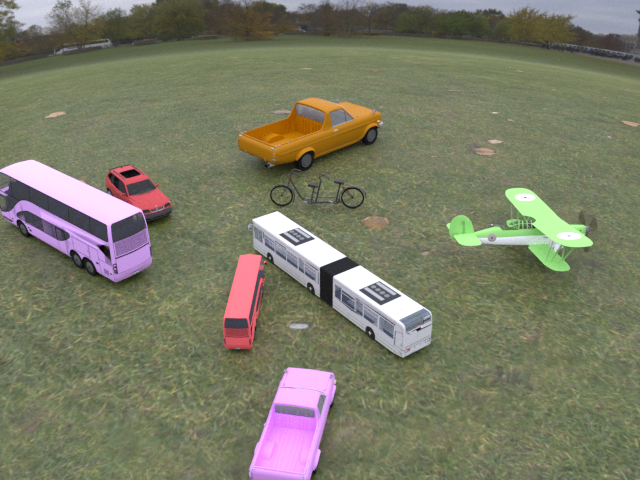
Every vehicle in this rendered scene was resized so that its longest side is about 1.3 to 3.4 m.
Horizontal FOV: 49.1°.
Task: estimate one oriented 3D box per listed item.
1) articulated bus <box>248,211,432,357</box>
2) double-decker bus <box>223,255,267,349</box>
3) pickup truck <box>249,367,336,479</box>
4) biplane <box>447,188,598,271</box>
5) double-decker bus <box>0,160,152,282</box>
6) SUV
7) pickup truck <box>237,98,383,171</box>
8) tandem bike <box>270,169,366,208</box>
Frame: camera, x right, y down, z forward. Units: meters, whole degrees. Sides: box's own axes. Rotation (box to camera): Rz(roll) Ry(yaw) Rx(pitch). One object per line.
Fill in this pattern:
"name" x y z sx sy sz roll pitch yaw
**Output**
"articulated bus" 0.158 0.490 9.551 0.605 0.561 3.401 -20 35 -31
"double-decker bus" -0.967 0.748 9.115 0.389 0.541 1.672 1 29 2
"pickup truck" -0.247 1.851 7.192 0.640 0.511 1.603 5 30 9
"biplane" 2.914 -0.114 10.195 2.120 0.981 2.598 -2 29 -3
"double-decker bus" -3.821 -0.367 10.571 3.251 1.052 0.756 22 36 34
"SUV" -3.096 -0.810 11.835 0.656 0.580 1.572 -21 35 -32
"pickup truck" -0.130 -2.221 13.915 3.117 0.993 1.244 -26 39 -38
"tandem bike" -0.033 -0.853 11.808 1.642 0.682 0.283 2 29 3
